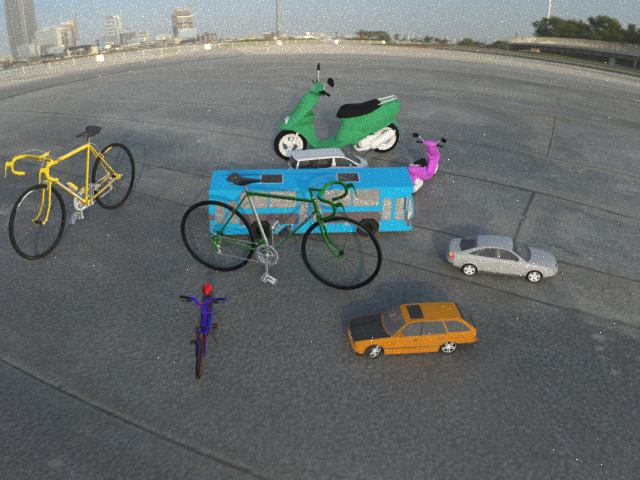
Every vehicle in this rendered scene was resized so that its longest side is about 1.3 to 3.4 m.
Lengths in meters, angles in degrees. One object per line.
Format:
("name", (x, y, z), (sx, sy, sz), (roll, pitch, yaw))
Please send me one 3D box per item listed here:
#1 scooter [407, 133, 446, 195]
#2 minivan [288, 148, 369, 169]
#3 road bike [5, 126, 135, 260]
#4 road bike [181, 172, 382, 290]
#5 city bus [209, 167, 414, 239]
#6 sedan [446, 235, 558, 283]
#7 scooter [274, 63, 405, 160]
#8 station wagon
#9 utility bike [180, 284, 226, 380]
("scooter", (1.926, -1.438, 12.920), (0.662, 0.919, 1.399), (16, 32, 26))
("minivan", (0.187, -1.381, 13.130), (1.548, 0.616, 0.681), (-7, 30, -12))
("road bike", (-3.889, -0.897, 11.174), (0.696, 1.656, 3.004), (11, 31, 19))
("road bike", (-0.596, -0.143, 9.806), (3.004, 1.656, 0.696), (8, 30, 14))
("city bus", (-0.145, -0.604, 11.431), (3.255, 0.894, 0.926), (-1, 29, -2))
("sedan", (2.690, 0.227, 10.351), (1.613, 0.483, 0.635), (6, 29, 11))
("scooter", (0.405, -2.513, 13.971), (2.721, 1.786, 1.288), (-6, 29, -11))
("station wagon", (1.143, 1.092, 8.792), (1.597, 0.473, 0.682), (-3, 29, -5))
("utility bike", (-1.371, 0.972, 8.520), (0.535, 0.946, 1.435), (-1, 29, -2))
